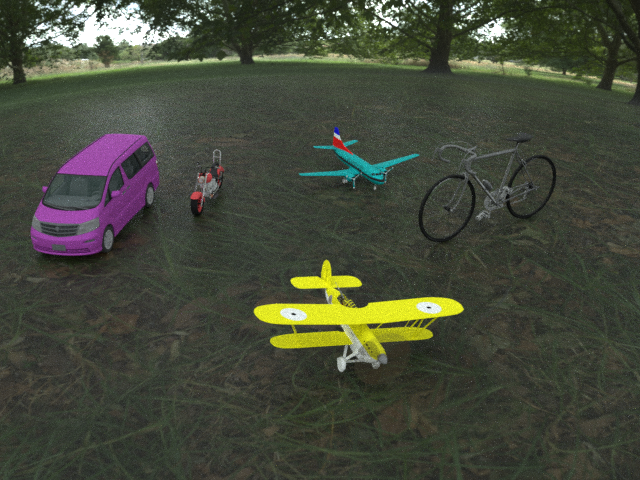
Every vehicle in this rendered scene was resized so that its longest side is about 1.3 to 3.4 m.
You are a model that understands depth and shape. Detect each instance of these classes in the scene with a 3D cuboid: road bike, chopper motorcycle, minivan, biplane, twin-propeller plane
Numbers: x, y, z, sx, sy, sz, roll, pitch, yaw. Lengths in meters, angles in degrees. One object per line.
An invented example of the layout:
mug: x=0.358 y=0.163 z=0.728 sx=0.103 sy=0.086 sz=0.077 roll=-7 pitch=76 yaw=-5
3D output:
road bike: x=2.850 y=-0.929 z=11.559 sx=3.004 sy=1.656 sz=0.696 roll=-14 pitch=30 yaw=-27
chopper motorcycle: x=-2.078 y=-1.073 z=12.859 sx=0.466 sy=0.761 sz=1.563 roll=4 pitch=27 yaw=9
minivan: x=-3.754 y=-0.821 z=11.857 sx=1.324 sy=1.197 sz=3.011 roll=4 pitch=27 yaw=8
biplane: x=0.404 y=0.928 z=8.560 sx=2.598 sy=0.981 sz=2.120 roll=-9 pitch=28 yaw=-17
twin-propeller plane: x=0.728 y=-1.622 z=13.937 sx=2.663 sy=0.792 sz=2.129 roll=-12 pitch=29 yaw=-23
